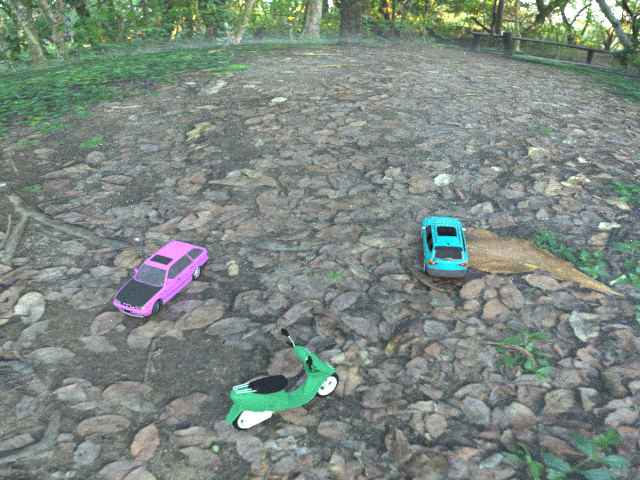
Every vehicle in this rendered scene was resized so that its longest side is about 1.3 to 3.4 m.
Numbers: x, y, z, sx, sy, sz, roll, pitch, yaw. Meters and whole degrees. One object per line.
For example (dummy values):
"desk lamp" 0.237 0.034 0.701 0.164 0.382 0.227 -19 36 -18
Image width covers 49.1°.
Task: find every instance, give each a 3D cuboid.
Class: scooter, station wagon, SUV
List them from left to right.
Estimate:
"station wagon" -2.229 0.490 9.865 0.682 0.473 1.597 13 33 21
"scooter" -0.386 1.540 7.637 1.399 0.919 0.662 -17 34 -26
"SUV" 1.875 0.015 10.567 0.656 0.580 1.572 2 31 4
